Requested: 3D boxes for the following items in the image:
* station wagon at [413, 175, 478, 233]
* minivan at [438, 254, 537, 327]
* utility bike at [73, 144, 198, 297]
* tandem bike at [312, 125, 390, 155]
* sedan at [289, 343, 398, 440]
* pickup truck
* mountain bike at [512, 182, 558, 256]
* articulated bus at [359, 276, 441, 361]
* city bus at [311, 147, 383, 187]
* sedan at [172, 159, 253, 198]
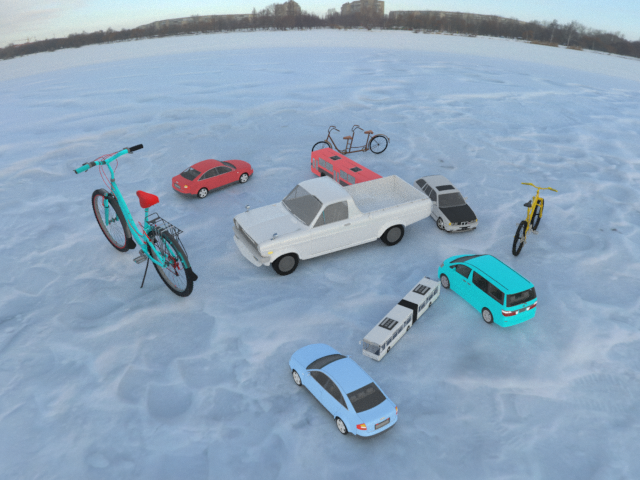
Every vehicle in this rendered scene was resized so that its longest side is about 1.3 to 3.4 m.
[{"bbox_3d":[2.125,-0.665,11.916,0.682,0.473,1.597,-8,31,-13],"label":"station wagon"},{"bbox_3d":[2.264,0.575,9.621,0.681,0.616,1.548,-15,33,-24],"label":"minivan"},{"bbox_3d":[-2.669,-0.273,9.867,1.039,1.839,2.791,-25,38,-36],"label":"utility bike"},{"bbox_3d":[0.626,-1.978,13.987,1.642,0.682,0.283,-8,31,-13],"label":"tandem bike"},{"bbox_3d":[0.227,1.617,7.944,0.635,0.483,1.613,-18,35,-29],"label":"sedan"},{"bbox_3d":[0.214,-0.416,10.964,3.117,0.993,1.244,-15,33,-24],"label":"pickup truck"},{"bbox_3d":[3.300,-0.354,10.982,0.573,0.868,1.469,17,34,27],"label":"mountain bike"},{"bbox_3d":[1.095,1.000,9.211,0.311,0.289,1.749,18,35,29],"label":"articulated bus"},{"bbox_3d":[0.467,-1.185,12.833,0.476,0.460,1.674,-19,35,-30],"label":"city bus"},{"bbox_3d":[-1.953,-1.217,12.864,1.613,0.483,0.635,-25,38,-36],"label":"sedan"}]
